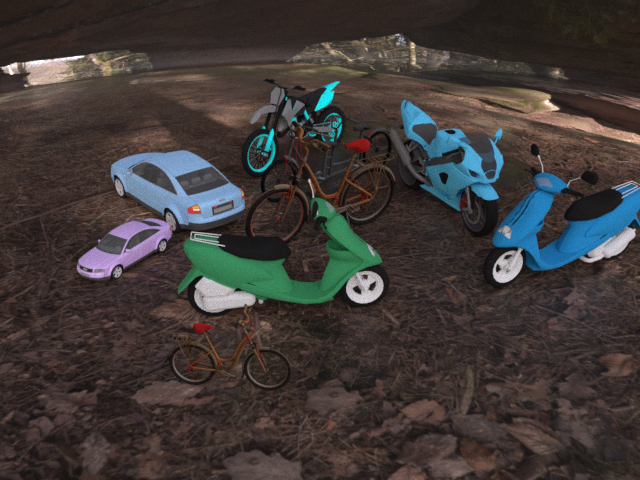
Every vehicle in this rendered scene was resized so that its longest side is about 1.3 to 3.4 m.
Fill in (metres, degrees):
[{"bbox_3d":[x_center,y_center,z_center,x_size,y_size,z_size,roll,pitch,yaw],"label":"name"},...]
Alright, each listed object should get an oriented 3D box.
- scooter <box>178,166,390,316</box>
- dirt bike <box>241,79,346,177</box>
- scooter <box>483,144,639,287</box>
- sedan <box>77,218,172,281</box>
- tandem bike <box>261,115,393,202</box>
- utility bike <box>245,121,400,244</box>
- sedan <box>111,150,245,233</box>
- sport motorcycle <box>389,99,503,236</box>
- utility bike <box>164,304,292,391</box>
[{"bbox_3d":[-0.442,0.140,8.783,2.721,1.786,1.288,-3,28,-6],"label":"scooter"},{"bbox_3d":[-0.444,-2.293,13.570,1.024,1.666,2.903,22,35,36],"label":"dirt bike"},{"bbox_3d":[3.475,-0.346,9.714,2.721,1.786,1.288,-11,30,-20],"label":"scooter"},{"bbox_3d":[-2.865,0.077,10.312,0.635,0.483,1.613,15,31,27],"label":"sedan"},{"bbox_3d":[0.225,-1.616,12.643,3.192,1.326,0.550,-21,34,-35],"label":"tandem bike"},{"bbox_3d":[0.155,-0.837,10.597,2.791,1.839,1.039,-16,31,-27],"label":"utility bike"},{"bbox_3d":[-2.505,-1.013,11.905,1.235,0.940,3.137,-22,35,-36],"label":"sedan"},{"bbox_3d":[2.086,-1.259,11.666,0.983,1.596,2.955,-11,30,-20],"label":"sport motorcycle"},{"bbox_3d":[-1.015,1.191,7.678,1.435,0.946,0.535,3,28,6],"label":"utility bike"}]
